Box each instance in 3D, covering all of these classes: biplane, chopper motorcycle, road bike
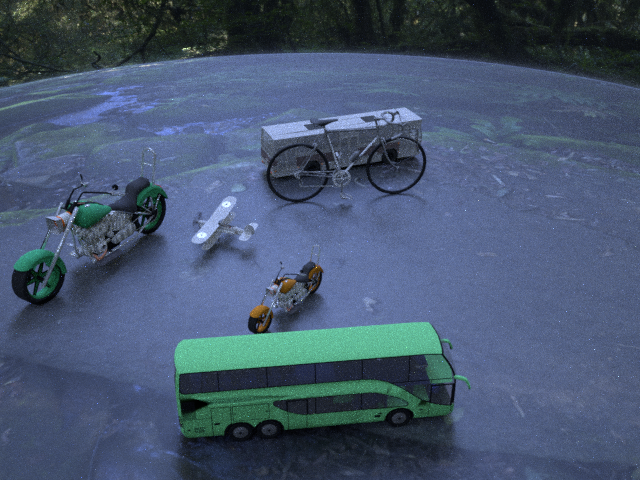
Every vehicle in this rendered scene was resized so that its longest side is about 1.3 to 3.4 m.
[{"bbox_3d":[-1.583,-0.190,11.569,1.090,0.504,1.336,11,31,18],"label":"biplane"},{"bbox_3d":[-3.463,-0.273,10.729,0.906,1.480,3.040,16,33,26],"label":"chopper motorcycle"},{"bbox_3d":[-0.461,0.684,9.776,0.466,0.761,1.563,20,35,31],"label":"chopper motorcycle"},{"bbox_3d":[0.513,-1.510,12.722,3.004,1.656,0.696,-5,30,-9],"label":"road bike"}]

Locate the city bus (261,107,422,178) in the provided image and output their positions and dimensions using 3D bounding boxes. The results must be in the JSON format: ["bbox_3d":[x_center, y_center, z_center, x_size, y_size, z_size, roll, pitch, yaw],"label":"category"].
[{"bbox_3d":[0.460,-1.975,14.306,3.255,0.894,0.926,-11,31,-18],"label":"city bus"}]

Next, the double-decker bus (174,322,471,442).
[{"bbox_3d":[0.019,1.575,7.920,3.251,1.052,0.756,-4,30,-6],"label":"double-decker bus"}]
